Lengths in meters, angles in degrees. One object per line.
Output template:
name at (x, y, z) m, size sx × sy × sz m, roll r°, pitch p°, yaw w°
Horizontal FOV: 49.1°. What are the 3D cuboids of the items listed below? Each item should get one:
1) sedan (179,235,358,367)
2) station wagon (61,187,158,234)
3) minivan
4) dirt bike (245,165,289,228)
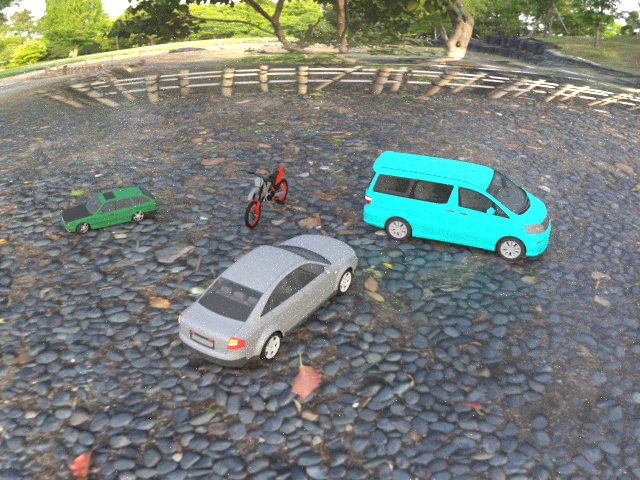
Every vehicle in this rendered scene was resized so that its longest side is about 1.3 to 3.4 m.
sedan at (-0.599, 0.602, 9.629) m, size 1.235 × 0.940 × 3.137 m, roll 18°, pitch 34°, yaw 29°
station wagon at (-3.659, -0.554, 12.122) m, size 1.597 × 0.473 × 0.682 m, roll -15°, pitch 33°, yaw -24°
minivan at (2.266, -0.616, 11.502) m, size 3.011 × 1.197 × 1.324 m, roll 11°, pitch 31°, yaw 18°
dirt bike at (-0.917, -0.824, 12.209) m, size 0.527 × 0.857 × 1.493 m, roll 13°, pitch 32°, yaw 21°
